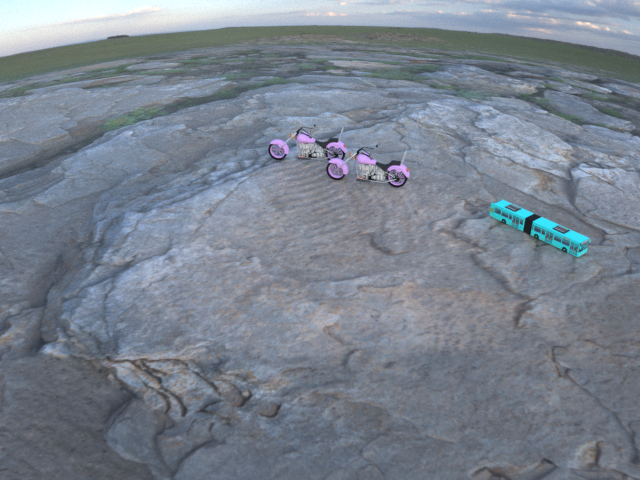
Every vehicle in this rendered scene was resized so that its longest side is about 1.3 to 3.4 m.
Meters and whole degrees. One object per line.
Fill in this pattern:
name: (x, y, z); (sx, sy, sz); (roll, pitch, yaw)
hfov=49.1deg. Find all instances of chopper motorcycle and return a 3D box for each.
chopper motorcycle: (-0.246, -1.884, 13.646); (1.563, 0.761, 0.466); (6, 31, 10)
chopper motorcycle: (0.871, -1.378, 12.784); (1.563, 0.761, 0.466); (10, 32, 17)

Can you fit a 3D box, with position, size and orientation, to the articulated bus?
articulated bus: (3.501, -0.212, 11.264); (0.311, 0.289, 1.749); (-22, 37, -33)
